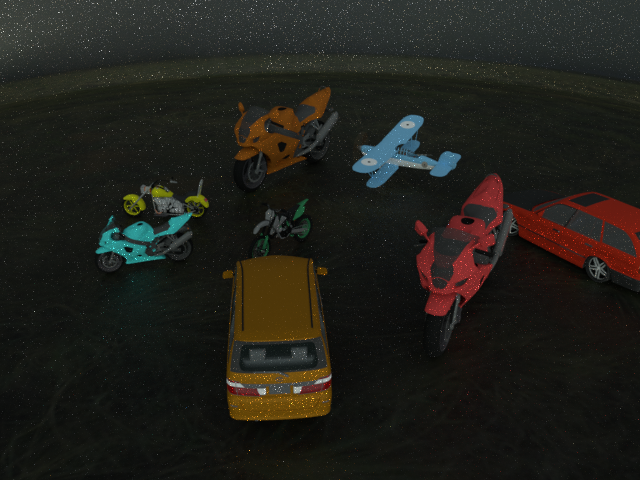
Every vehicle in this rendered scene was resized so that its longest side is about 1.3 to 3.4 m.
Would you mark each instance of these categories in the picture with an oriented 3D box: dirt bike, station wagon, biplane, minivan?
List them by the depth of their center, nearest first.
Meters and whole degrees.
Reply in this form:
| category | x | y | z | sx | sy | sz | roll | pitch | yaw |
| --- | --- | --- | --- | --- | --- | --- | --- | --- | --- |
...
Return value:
| category | x | y | z | sx | sy | sz | roll | pitch | yaw |
| --- | --- | --- | --- | --- | --- | --- | --- | --- | --- |
| minivan | -0.525 | 0.882 | 8.478 | 1.324 | 1.197 | 3.011 | -2 | 27 | -4 |
| dirt bike | -0.598 | -0.190 | 11.008 | 0.527 | 0.857 | 1.493 | 20 | 33 | 34 |
| station wagon | 4.123 | -0.249 | 11.056 | 1.327 | 0.920 | 3.105 | -15 | 30 | -28 |
| biplane | 1.641 | -1.591 | 13.679 | 2.120 | 0.981 | 2.598 | 15 | 30 | 27 |

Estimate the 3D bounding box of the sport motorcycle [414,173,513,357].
| category | x | y | z | sx | sy | sz | roll | pitch | yaw |
| --- | --- | --- | --- | --- | --- | --- | --- | --- | --- |
| sport motorcycle | 1.919 | 0.256 | 9.284 | 0.983 | 1.596 | 2.955 | 12 | 29 | 22 |

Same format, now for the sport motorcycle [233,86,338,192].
| category | x | y | z | sx | sy | sz | roll | pitch | yaw |
| --- | --- | --- | --- | --- | --- | --- | --- | --- | --- |
| sport motorcycle | -0.696 | -2.043 | 13.897 | 0.983 | 1.596 | 2.955 | 18 | 32 | 32 |

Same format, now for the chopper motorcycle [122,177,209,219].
| category | x | y | z | sx | sy | sz | roll | pitch | yaw |
| --- | --- | --- | --- | --- | --- | --- | --- | --- | --- |
| chopper motorcycle | -2.713 | -0.735 | 12.209 | 1.563 | 0.761 | 0.466 | 3 | 27 | 7 |

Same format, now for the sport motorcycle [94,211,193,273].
| category | x | y | z | sx | sy | sz | roll | pitch | yaw |
| --- | --- | --- | --- | --- | --- | --- | --- | --- | --- |
| sport motorcycle | -2.658 | 0.031 | 10.605 | 1.520 | 0.821 | 0.506 | -10 | 28 | -19 |
